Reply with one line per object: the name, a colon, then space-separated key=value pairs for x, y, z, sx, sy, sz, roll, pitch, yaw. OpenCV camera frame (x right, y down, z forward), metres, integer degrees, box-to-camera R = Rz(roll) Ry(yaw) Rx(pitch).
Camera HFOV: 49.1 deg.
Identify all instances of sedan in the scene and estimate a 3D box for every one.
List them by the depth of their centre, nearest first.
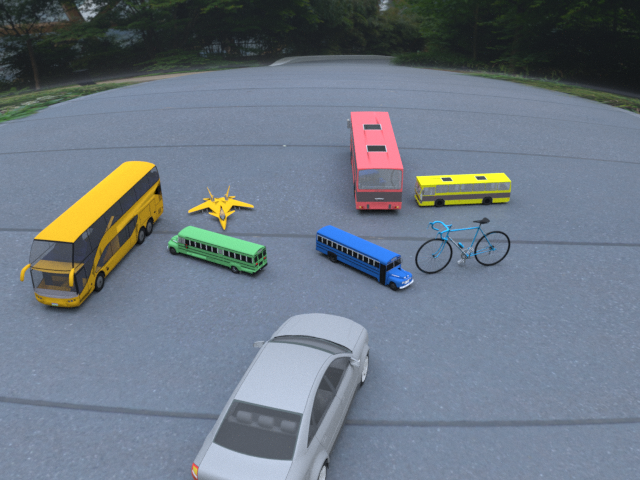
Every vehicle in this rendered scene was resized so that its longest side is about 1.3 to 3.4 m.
sedan: x=-0.280 y=1.597 z=7.421 sx=1.235 sy=0.940 sz=3.137 roll=8 pitch=29 yaw=15

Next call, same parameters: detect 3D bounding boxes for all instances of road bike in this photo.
road bike: x=2.150 y=0.072 z=10.433 sx=1.545 sy=0.852 sz=0.358 roll=-7 pitch=28 yaw=-13

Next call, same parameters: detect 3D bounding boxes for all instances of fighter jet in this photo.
fighter jet: x=-1.727 y=-0.561 z=12.254 sx=1.147 sy=0.286 sz=1.358 roll=-5 pitch=28 yaw=-10

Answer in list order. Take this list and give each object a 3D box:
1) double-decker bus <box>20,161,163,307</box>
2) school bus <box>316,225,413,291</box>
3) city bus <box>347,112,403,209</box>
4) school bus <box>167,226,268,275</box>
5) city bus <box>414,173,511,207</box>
double-decker bus: x=-3.313 y=-0.156 z=10.654 sx=0.756 sy=1.052 sz=3.251 roll=5 pitch=28 yaw=9
school bus: x=0.659 y=0.256 z=10.532 sx=1.708 sy=0.434 sz=0.365 roll=24 pitch=36 yaw=38
city bus: x=1.034 y=-1.561 z=13.512 sx=0.926 sy=0.894 sz=3.255 roll=0 pitch=28 yaw=0
school bus: x=-1.617 y=0.137 z=10.761 sx=1.708 sy=0.434 sz=0.365 roll=14 pitch=31 yaw=25
city bus: x=2.585 y=-0.902 z=12.720 sx=1.674 sy=0.460 sz=0.476 roll=-3 pitch=28 yaw=-5
